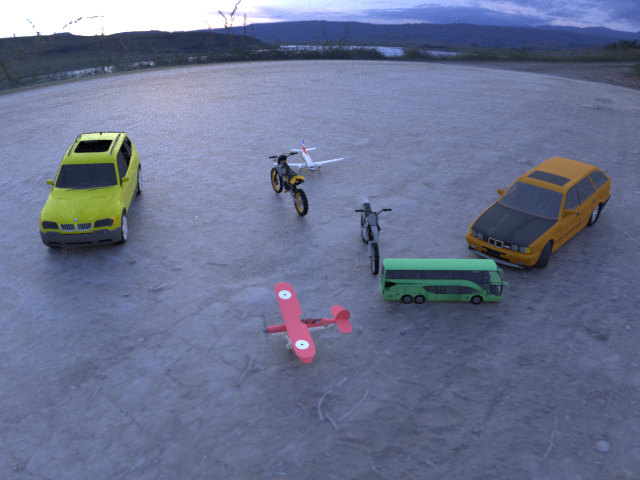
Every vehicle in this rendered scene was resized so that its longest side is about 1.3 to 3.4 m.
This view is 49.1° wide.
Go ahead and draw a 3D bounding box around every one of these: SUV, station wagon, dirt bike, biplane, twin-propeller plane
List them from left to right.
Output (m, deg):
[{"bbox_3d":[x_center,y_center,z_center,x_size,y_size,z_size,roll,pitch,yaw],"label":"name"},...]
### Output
[{"bbox_3d":[-3.703,-0.909,11.479,1.276,1.128,3.058,-3,28,-5],"label":"SUV"},{"bbox_3d":[-0.550,-1.014,11.969,0.527,0.857,1.493,-13,30,-23],"label":"dirt bike"},{"bbox_3d":[-0.155,1.040,8.448,1.090,0.504,1.336,-7,29,-13],"label":"biplane"},{"bbox_3d":[-0.233,-1.584,13.534,1.370,0.407,1.095,-6,28,-10],"label":"twin-propeller plane"},{"bbox_3d":[0.747,-0.139,10.308,0.527,0.857,1.493,-2,28,-4],"label":"dirt bike"},{"bbox_3d":[3.498,-0.543,11.006,1.327,0.920,3.105,22,35,35],"label":"station wagon"}]

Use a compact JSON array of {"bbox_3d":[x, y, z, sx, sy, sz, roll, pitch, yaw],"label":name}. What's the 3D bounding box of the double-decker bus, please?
[{"bbox_3d":[1.649,0.542,9.353,1.672,0.541,0.389,0,28,1],"label":"double-decker bus"}]
